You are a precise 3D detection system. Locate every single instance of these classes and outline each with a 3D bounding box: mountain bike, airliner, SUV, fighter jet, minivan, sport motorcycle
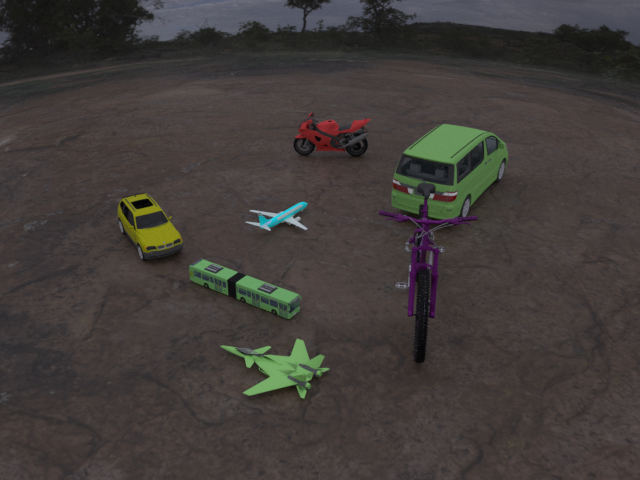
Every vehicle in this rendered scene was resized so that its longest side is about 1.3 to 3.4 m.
[{"bbox_3d":[1.293,0.203,8.818,1.114,1.688,2.857,3,29,6],"label":"mountain bike"},{"bbox_3d":[-0.596,-0.470,11.365,1.161,0.429,1.307,19,34,30],"label":"airliner"},{"bbox_3d":[-2.650,-0.241,10.787,0.656,0.580,1.572,-16,32,-27],"label":"SUV"},{"bbox_3d":[-0.617,1.370,8.141,1.358,0.286,1.147,15,32,26],"label":"fighter jet"},{"bbox_3d":[2.353,-1.346,12.169,1.324,1.197,3.011,16,32,27],"label":"minivan"},{"bbox_3d":[0.228,-2.060,13.870,1.520,0.821,0.506,1,29,2],"label":"sport motorcycle"}]

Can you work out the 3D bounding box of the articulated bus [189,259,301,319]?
[{"bbox_3d":[-1.038,0.646,9.467,1.749,0.289,0.311,17,33,29],"label":"articulated bus"}]
